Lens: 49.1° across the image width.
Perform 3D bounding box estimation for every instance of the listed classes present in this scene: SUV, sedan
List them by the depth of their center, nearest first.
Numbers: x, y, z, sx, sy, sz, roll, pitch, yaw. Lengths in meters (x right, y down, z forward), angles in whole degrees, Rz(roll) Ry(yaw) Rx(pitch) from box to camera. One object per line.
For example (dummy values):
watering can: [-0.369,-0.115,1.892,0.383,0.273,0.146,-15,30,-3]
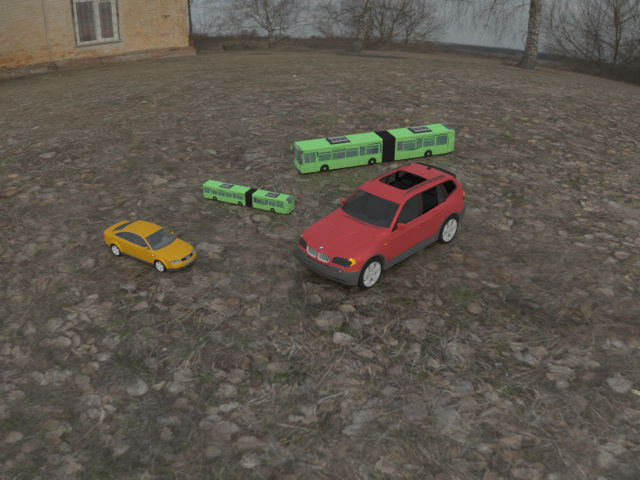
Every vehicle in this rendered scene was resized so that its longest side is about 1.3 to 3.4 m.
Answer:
sedan: [-2.622,0.035,10.766,1.613,0.483,0.635,17,33,28]
SUV: [1.012,-0.333,10.767,1.276,1.128,3.058,25,37,38]

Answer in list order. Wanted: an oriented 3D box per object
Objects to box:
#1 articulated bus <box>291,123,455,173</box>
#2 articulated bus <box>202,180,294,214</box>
articulated bus: [1.116,-1.875,14.189,3.401,0.561,0.605,-10,30,-17]
articulated bus: [-1.293,-0.771,12.448,1.749,0.289,0.311,12,31,21]
